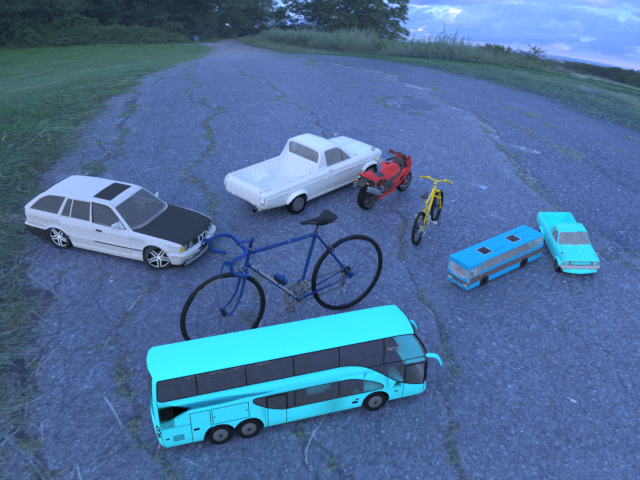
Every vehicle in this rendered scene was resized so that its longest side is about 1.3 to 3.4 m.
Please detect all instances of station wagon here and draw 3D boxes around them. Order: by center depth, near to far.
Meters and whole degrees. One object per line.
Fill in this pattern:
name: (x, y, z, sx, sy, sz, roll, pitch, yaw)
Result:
station wagon: (-3.227, -0.373, 11.307, 3.105, 0.920, 1.327, 11, 31, 18)

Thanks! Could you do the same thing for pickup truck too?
pickup truck: (3.920, -0.029, 11.114, 0.640, 0.511, 1.603, 1, 29, 1)
pickup truck: (-0.233, -1.351, 12.966, 3.117, 0.993, 1.244, -25, 38, -37)

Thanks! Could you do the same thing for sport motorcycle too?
sport motorcycle: (1.192, -1.100, 12.696, 0.506, 0.821, 1.520, 25, 38, 37)

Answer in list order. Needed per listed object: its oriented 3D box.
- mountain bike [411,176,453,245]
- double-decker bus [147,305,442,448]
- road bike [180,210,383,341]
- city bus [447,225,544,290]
mountain bike: (1.810, -0.521, 11.622, 0.573, 0.868, 1.469, 14, 32, 23)
double-decker bus: (-0.265, 1.487, 7.881, 3.251, 1.052, 0.756, -9, 31, -15)
road bike: (-0.411, 0.470, 9.066, 3.004, 1.656, 0.697, -16, 33, -27)
city bus: (2.681, 0.268, 10.640, 1.674, 0.460, 0.476, -19, 35, -30)
